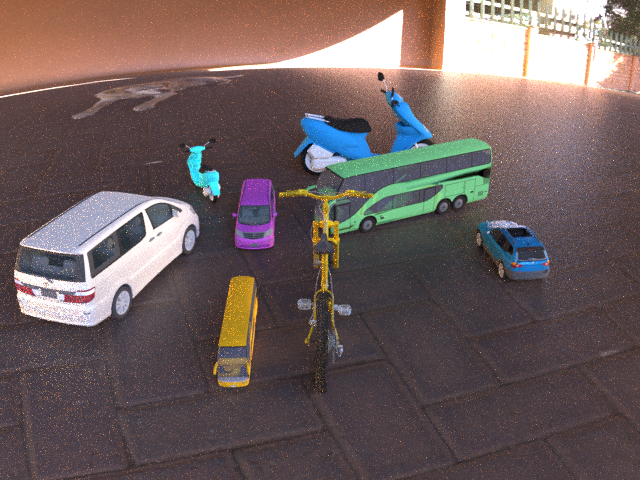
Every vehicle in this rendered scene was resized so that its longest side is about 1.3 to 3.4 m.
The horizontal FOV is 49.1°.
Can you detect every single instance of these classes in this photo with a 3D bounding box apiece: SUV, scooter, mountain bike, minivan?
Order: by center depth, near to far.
[{"bbox_3d":[0.058,0.425,8.190,1.114,1.688,2.857,1,27,1],"label":"mountain bike"},{"bbox_3d":[-2.761,0.005,9.550,1.324,1.197,3.011,8,28,16],"label":"minivan"},{"bbox_3d":[2.778,0.053,10.132,0.656,0.580,1.572,-3,27,-6],"label":"SUV"},{"bbox_3d":[-1.006,-0.419,11.015,0.681,0.616,1.548,-1,27,-2],"label":"minivan"},{"bbox_3d":[-2.068,-1.259,12.324,0.662,0.919,1.399,-13,30,-24],"label":"scooter"},{"bbox_3d":[0.877,-2.071,12.958,2.721,1.786,1.288,-3,27,-6],"label":"scooter"}]

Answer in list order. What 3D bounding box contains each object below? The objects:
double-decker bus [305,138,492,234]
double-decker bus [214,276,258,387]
[{"bbox_3d":[1.355,-0.890,11.458,3.251,1.052,0.756,-13,30,-25],"label":"double-decker bus"},{"bbox_3d":[-0.956,1.057,8.214,0.389,0.541,1.672,0,27,-1],"label":"double-decker bus"}]
